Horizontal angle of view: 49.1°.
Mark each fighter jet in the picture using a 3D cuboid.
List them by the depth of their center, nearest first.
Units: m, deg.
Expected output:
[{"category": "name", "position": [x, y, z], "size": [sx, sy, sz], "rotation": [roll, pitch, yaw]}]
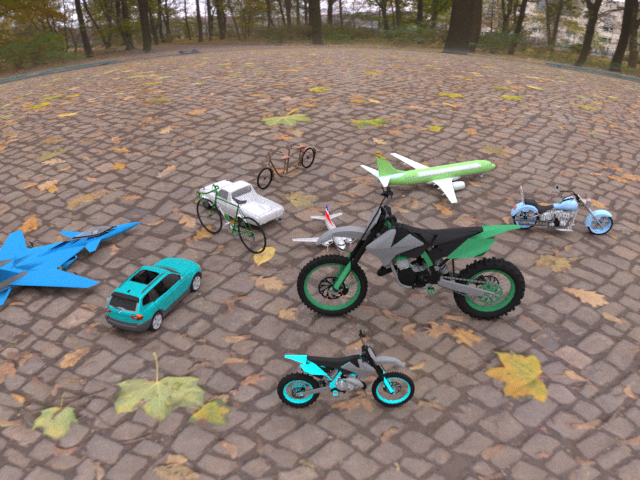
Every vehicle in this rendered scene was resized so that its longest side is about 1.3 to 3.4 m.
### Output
[{"category": "fighter jet", "position": [-3.769, 0.051, 10.276], "size": [2.229, 0.557, 2.640], "rotation": [24, 38, 36]}]

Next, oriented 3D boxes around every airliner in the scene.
[{"category": "airliner", "position": [2.068, -1.347, 12.452], "size": [2.541, 0.835, 2.257], "rotation": [-11, 31, -19]}]

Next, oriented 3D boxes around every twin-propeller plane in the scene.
[{"category": "twin-propeller plane", "position": [0.220, -0.154, 10.788], "size": [1.370, 0.407, 1.095], "rotation": [-7, 30, -12]}]

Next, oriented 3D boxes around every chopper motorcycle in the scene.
[{"category": "chopper motorcycle", "position": [3.811, -0.466, 10.978], "size": [1.563, 0.761, 0.466], "rotation": [3, 30, 5]}]

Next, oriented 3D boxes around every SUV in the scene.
[{"category": "SUV", "position": [-2.171, 0.625, 9.242], "size": [0.656, 0.580, 1.572], "rotation": [11, 32, 19]}]

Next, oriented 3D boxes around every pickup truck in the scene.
[{"category": "pickup truck", "position": [-1.318, -0.654, 11.562], "size": [0.640, 0.511, 1.603], "rotation": [-26, 39, -38]}]

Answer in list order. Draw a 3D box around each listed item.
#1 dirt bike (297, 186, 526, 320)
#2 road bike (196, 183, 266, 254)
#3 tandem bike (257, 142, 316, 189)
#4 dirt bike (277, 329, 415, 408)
[{"category": "dirt bike", "position": [1.151, 0.289, 8.734], "size": [2.903, 1.666, 1.024], "rotation": [1, 30, 1]}, {"category": "road bike", "position": [-1.377, -0.333, 10.653], "size": [1.545, 0.852, 0.358], "rotation": [23, 37, 34]}, {"category": "tandem bike", "position": [-0.590, -1.452, 12.792], "size": [0.283, 0.682, 1.642], "rotation": [22, 36, 33]}, {"category": "dirt bike", "position": [0.281, 1.455, 7.503], "size": [1.493, 0.857, 0.527], "rotation": [0, 30, 0]}]
